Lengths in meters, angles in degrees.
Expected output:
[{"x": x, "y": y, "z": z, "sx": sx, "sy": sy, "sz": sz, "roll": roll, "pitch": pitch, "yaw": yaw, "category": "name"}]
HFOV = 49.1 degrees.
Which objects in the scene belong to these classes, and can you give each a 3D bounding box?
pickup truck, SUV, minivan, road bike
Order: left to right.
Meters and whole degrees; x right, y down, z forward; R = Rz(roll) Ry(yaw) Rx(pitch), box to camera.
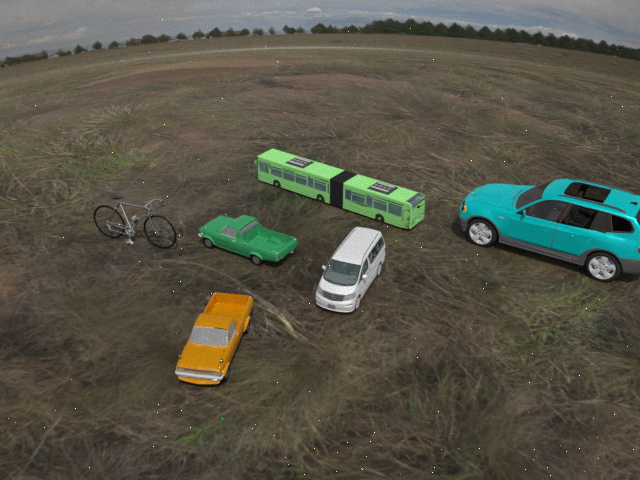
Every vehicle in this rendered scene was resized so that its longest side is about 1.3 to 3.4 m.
[{"x": -2.975, "y": -0.321, "z": 11.155, "sx": 1.545, "sy": 0.852, "sz": 0.358, "roll": 11, "pitch": 32, "yaw": 18, "category": "road bike"}, {"x": -1.312, "y": 1.173, "z": 8.900, "sx": 0.640, "sy": 0.511, "sz": 1.603, "roll": 5, "pitch": 30, "yaw": 8, "category": "pickup truck"}, {"x": -1.152, "y": -0.058, "z": 11.038, "sx": 1.603, "sy": 0.511, "sz": 0.640, "roll": 18, "pitch": 34, "yaw": 28, "category": "pickup truck"}, {"x": 0.457, "y": 0.413, "z": 10.115, "sx": 0.681, "sy": 0.616, "sz": 1.548, "roll": 12, "pitch": 32, "yaw": 20, "category": "minivan"}, {"x": 3.714, "y": -0.360, "z": 10.944, "sx": 3.058, "sy": 1.128, "sz": 1.276, "roll": 18, "pitch": 34, "yaw": 28, "category": "SUV"}]

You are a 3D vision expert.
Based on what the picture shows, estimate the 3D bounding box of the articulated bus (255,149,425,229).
[{"x": 0.276, "y": -0.960, "z": 12.555, "sx": 3.401, "sy": 0.561, "sz": 0.605, "roll": 20, "pitch": 36, "yaw": 31, "category": "articulated bus"}]
